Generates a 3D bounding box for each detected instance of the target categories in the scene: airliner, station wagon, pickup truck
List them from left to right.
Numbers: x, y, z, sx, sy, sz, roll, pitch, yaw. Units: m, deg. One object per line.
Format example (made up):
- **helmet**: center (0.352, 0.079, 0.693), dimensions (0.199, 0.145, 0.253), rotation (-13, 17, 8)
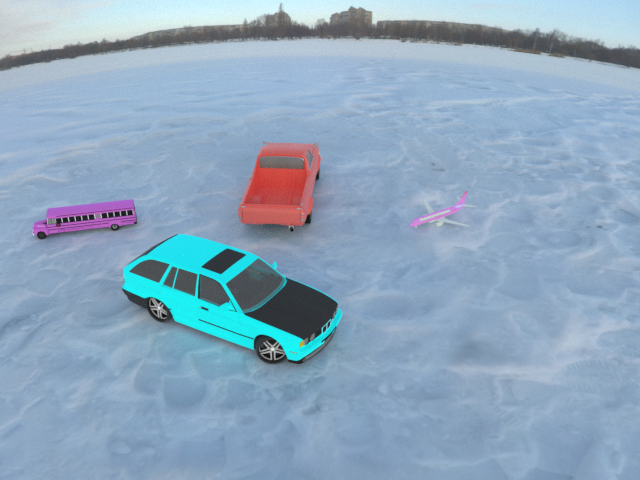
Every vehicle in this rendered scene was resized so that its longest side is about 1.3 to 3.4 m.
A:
- **station wagon**: center (-1.219, 0.683, 9.522), dimensions (3.105, 0.920, 1.327), rotation (16, 33, 26)
- **pickup truck**: center (-0.674, -1.134, 12.706), dimensions (1.244, 0.993, 3.117), rotation (2, 29, 4)
- **airliner**: center (2.081, -0.526, 12.194), dimensions (1.307, 0.429, 1.161), rotation (-17, 33, -28)

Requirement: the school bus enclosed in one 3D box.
- **school bus**: center (-4.005, -0.366, 11.901), dimensions (1.708, 0.434, 0.365), rotation (-7, 30, -13)
